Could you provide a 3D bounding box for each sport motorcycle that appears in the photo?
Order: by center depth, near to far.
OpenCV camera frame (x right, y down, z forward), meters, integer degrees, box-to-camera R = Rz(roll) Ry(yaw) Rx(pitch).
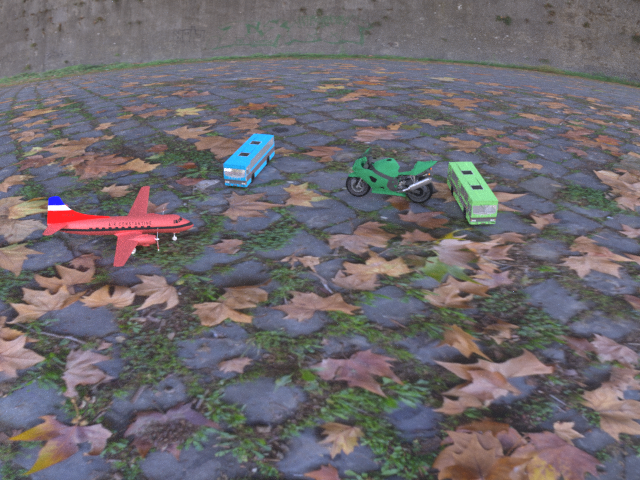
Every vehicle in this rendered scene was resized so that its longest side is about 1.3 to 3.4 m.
[{"bbox_3d":[1.179,-1.055,11.755,1.520,0.821,0.506,7,29,12],"label":"sport motorcycle"}]

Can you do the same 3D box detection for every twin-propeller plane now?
[{"bbox_3d":[-2.960,-0.313,10.377,2.129,0.792,2.663,-2,28,-4],"label":"twin-propeller plane"}]

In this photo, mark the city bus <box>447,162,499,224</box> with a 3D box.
[{"bbox_3d":[2.502,-0.784,11.628,0.476,0.460,1.674,-2,28,-3],"label":"city bus"}]

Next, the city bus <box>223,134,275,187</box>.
[{"bbox_3d":[-1.285,-1.471,12.932,0.476,0.460,1.674,7,29,12],"label":"city bus"}]
